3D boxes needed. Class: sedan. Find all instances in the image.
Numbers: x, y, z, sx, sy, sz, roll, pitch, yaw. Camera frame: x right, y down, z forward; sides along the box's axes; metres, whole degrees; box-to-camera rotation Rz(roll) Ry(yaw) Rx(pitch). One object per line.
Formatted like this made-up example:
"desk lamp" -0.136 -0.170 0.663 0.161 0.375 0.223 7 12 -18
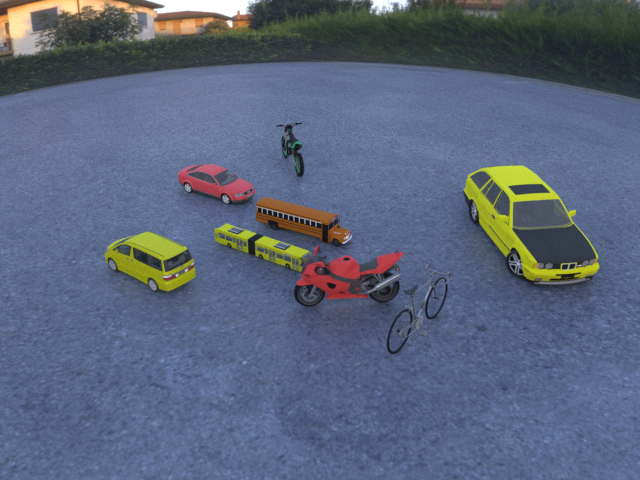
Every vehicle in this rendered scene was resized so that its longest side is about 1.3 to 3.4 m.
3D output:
"sedan" -1.937 -1.098 13.058 1.613 0.483 0.635 18 33 29

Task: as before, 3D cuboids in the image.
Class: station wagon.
"station wagon" 3.322 -0.379 11.249 1.327 0.920 3.105 -4 28 -7

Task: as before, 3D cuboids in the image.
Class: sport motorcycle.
"sport motorcycle" 0.393 0.527 9.663 1.520 0.821 0.506 -3 28 -6

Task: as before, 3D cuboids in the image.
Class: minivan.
"minivan" -2.566 0.243 10.411 1.548 0.616 0.681 21 34 33

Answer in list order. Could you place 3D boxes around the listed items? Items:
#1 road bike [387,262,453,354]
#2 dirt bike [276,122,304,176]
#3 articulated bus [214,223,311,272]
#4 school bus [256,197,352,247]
"road bike" 1.284 0.853 9.019 0.358 0.852 1.545 19 34 32
"dirt bike" -0.573 -1.890 14.142 0.527 0.857 1.493 -9 29 -16
"articulated bus" -0.925 0.103 11.019 1.749 0.289 0.311 18 33 30
"school bus" -0.276 -0.314 11.645 1.708 0.434 0.365 15 32 26
